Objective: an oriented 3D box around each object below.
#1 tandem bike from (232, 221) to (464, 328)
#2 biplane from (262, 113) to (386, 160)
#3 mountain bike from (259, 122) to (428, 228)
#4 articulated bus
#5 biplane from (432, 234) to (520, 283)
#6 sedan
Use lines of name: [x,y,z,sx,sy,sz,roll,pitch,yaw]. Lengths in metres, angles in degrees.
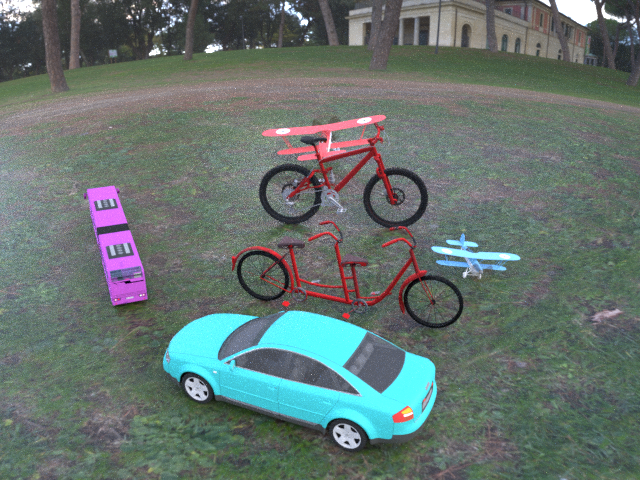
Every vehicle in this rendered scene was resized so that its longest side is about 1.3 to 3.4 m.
tandem bike: [0.299,0.393,9.191,3.192,1.326,0.550,8,27,16]
biplane: [0.048,-2.012,14.537,2.598,0.981,2.120,2,26,3]
mountain bike: [0.381,-1.002,11.649,2.857,1.688,1.114,3,26,6]
articulated bus: [-3.212,-0.020,10.918,0.605,0.561,3.401,-10,28,-19]
biplane: [2.260,0.252,10.422,1.336,0.504,1.090,-3,26,-6]
sedan: [-0.290,1.336,7.691,3.137,0.940,1.235,11,28,22]
